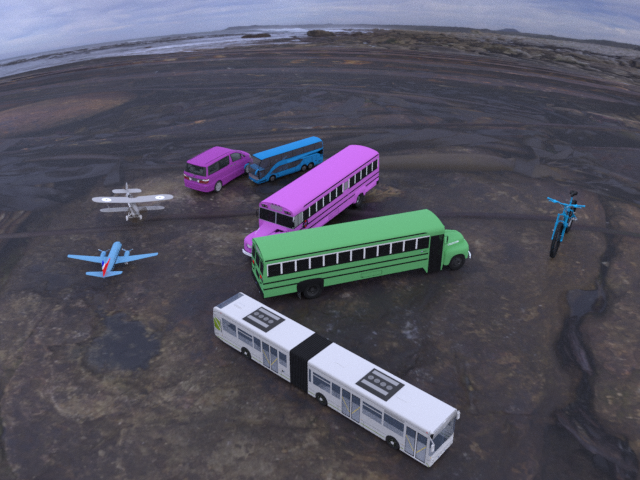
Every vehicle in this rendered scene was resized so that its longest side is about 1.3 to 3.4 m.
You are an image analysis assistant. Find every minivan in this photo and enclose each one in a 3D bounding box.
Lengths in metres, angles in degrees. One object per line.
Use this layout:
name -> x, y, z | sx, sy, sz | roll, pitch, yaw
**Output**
minivan -> -1.897, -1.419, 13.267 | 0.681, 0.616, 1.548 | 16, 34, 26

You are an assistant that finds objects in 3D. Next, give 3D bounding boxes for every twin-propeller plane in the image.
twin-propeller plane -> -3.163, 0.250, 10.607 | 1.370, 0.407, 1.095 | -1, 30, -2

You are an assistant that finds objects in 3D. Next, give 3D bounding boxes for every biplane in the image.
biplane -> -3.228, -0.661, 12.075 | 1.336, 0.504, 1.090 | -12, 32, -20

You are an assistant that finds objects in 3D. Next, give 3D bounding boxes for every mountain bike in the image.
mountain bike -> 3.902, -0.326, 11.139 | 0.573, 0.868, 1.469 | 16, 34, 26

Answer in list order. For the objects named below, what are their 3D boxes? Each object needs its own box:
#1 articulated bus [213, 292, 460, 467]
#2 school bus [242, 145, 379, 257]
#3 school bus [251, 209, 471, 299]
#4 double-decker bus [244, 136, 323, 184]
articulated bus -> 0.046, 1.534, 8.249 | 3.401, 0.561, 0.605 | 24, 38, 35
school bus -> -0.082, -0.651, 11.720 | 0.709, 0.844, 3.322 | 18, 35, 28
school bus -> 0.671, 0.171, 10.309 | 3.322, 0.844, 0.709 | -10, 32, -16
double-decker bus -> -0.667, -1.541, 13.551 | 1.672, 0.541, 0.389 | -22, 37, -33
